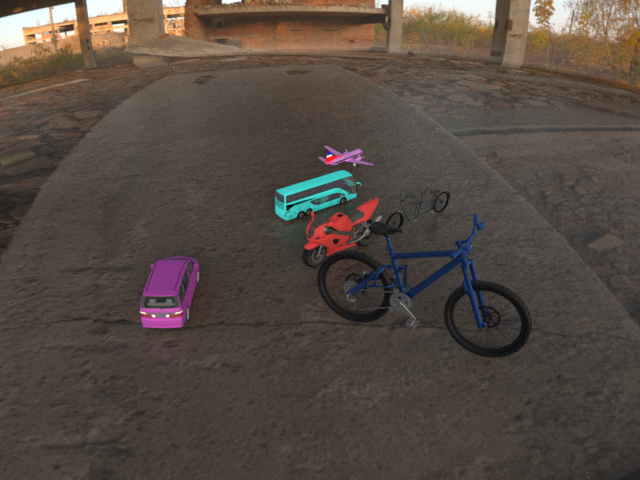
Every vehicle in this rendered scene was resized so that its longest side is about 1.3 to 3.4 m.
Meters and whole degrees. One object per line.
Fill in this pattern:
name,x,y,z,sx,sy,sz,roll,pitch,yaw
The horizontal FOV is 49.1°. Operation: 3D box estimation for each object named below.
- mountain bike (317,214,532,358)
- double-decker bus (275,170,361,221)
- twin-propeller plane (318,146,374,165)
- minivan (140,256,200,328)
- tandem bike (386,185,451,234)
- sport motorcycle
mountain bike,1.265,0.552,8.869,2.857,1.688,1.114,13,32,21
double-decker bus,-0.031,-0.812,12.427,1.672,0.541,0.389,-20,35,-31
twin-propeller plane,0.505,-1.720,14.160,1.095,0.407,1.370,-25,38,-37
minivan,-2.091,0.620,9.835,0.681,0.616,1.548,0,30,0
tandem bike,1.698,-0.599,11.911,1.642,0.682,0.283,-24,37,-35
sport motorcycle,0.336,-0.124,10.935,1.520,0.821,0.506,-22,36,-33
